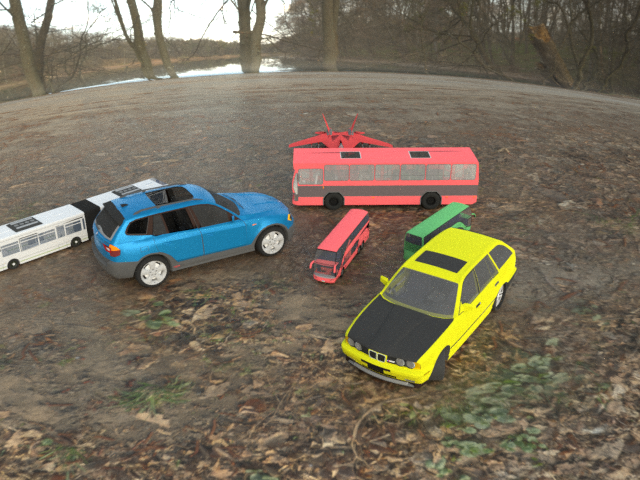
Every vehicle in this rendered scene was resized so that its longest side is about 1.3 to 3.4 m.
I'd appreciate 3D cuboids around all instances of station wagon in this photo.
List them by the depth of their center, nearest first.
[{"bbox_3d":[1.481,0.690,8.949,1.327,0.920,3.105,17,31,30],"label":"station wagon"}]

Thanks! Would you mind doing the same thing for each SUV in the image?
[{"bbox_3d":[-1.880,-0.253,10.592,3.058,1.128,1.276,-15,30,-27],"label":"SUV"}]

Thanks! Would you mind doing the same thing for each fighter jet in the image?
[{"bbox_3d":[0.443,-2.047,14.792,2.229,0.557,2.640,0,27,0],"label":"fighter jet"}]

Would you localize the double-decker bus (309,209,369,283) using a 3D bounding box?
[{"bbox_3d":[0.337,0.086,10.572,0.389,0.541,1.672,10,28,19],"label":"double-decker bus"}]

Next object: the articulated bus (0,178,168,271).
[{"bbox_3d":[-3.925,-0.270,11.257,0.605,0.561,3.401,23,35,38],"label":"articulated bus"}]

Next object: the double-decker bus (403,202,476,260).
[{"bbox_3d":[1.887,-0.134,11.008,0.389,0.541,1.672,19,33,33],"label":"double-decker bus"}]

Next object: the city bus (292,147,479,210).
[{"bbox_3d":[1.133,-1.106,12.547,3.255,0.894,0.926,0,27,-1],"label":"city bus"}]
